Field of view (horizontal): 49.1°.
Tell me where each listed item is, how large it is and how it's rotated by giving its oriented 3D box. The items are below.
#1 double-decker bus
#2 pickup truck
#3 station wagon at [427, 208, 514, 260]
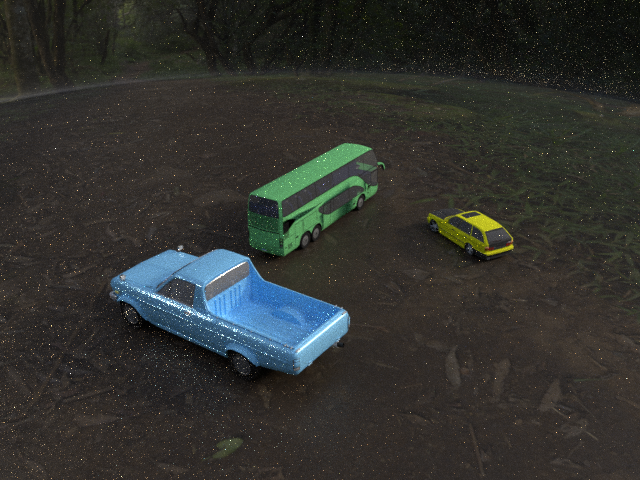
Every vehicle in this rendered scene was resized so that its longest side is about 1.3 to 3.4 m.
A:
[{"bbox_3d":[0.003,-0.770,11.705,0.756,1.052,3.251,15,30,28],"label":"double-decker bus"},{"bbox_3d":[-1.193,0.758,8.668,3.117,0.993,1.244,17,31,31],"label":"pickup truck"},{"bbox_3d":[2.373,-0.206,11.215,0.682,0.473,1.597,-13,29,-25],"label":"station wagon"}]
